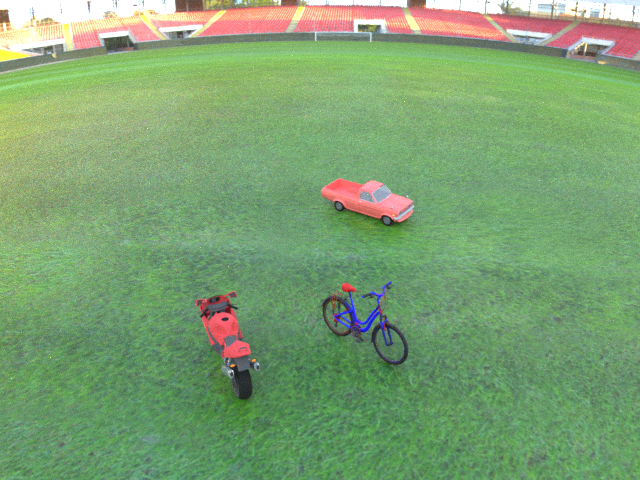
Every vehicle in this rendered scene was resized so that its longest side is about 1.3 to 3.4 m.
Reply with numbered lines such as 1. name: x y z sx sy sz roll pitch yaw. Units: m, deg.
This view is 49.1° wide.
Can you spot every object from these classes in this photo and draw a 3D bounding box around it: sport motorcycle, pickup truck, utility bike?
1. sport motorcycle: -1.093 1.201 8.268 0.506 0.821 1.520 -12 31 -20
2. pickup truck: 0.813 -0.734 12.076 1.603 0.511 0.640 19 34 30
3. utility bike: 0.557 0.912 8.660 1.435 0.946 0.535 25 37 37
